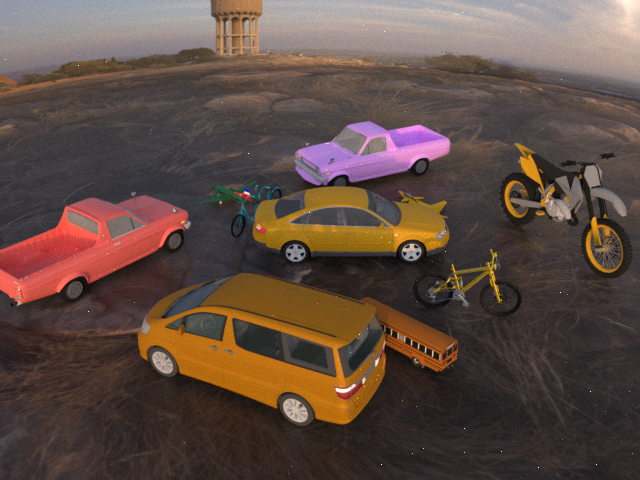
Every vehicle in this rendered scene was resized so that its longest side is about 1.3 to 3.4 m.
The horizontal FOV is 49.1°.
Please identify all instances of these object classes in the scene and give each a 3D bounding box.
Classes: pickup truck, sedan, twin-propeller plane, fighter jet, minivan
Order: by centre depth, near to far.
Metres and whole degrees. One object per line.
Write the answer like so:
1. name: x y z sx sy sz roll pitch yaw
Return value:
1. minivan: -0.758 1.101 8.213 3.011 1.197 1.324 14 31 24
2. pickup truck: -3.442 -0.003 10.541 1.244 0.993 3.117 20 34 33
3. sedan: 0.495 -0.307 11.179 3.137 0.940 1.235 0 28 0
4. fighter jet: 1.726 -0.716 12.663 1.147 0.286 1.358 -10 29 -19
5. twin-propeller plane: -1.628 -0.883 12.851 1.095 0.407 1.370 24 36 38
6. pickup truck: 1.067 -1.793 13.957 3.117 0.993 1.244 -14 31 -25

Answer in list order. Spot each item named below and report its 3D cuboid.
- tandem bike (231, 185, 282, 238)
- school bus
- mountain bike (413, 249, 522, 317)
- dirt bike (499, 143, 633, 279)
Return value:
1. tandem bike: -1.071 -0.611 12.037 0.283 0.682 1.642 14 31 24
2. school bus: 0.949 1.157 8.930 1.708 0.434 0.365 24 36 38
3. mountain bike: 2.008 0.609 9.507 1.469 0.868 0.573 6 28 12
4. dirt bike: 3.832 -0.623 10.999 1.024 1.666 2.903 -12 30 -22
